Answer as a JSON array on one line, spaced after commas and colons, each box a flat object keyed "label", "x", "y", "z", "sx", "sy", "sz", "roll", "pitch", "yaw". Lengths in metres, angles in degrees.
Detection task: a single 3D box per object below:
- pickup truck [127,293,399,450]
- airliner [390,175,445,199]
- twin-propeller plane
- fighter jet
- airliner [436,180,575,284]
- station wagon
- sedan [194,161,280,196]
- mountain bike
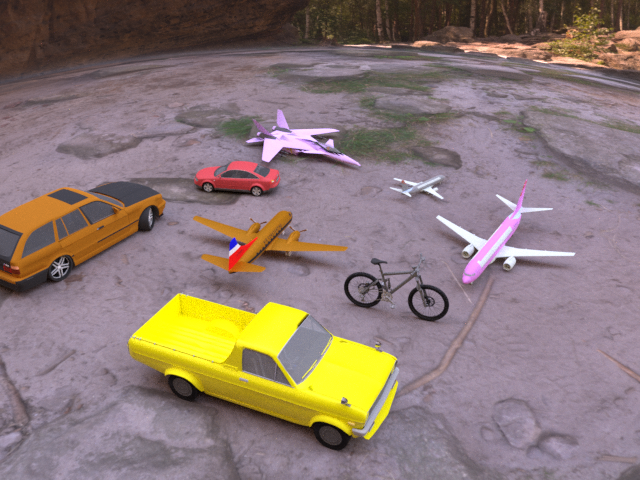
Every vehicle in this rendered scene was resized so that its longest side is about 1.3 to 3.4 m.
[{"label": "pickup truck", "x": -0.670, "y": 1.331, "z": 8.124, "sx": 3.117, "sy": 0.993, "sz": 1.244, "roll": 13, "pitch": 32, "yaw": 21}, {"label": "airliner", "x": 1.899, "y": -1.080, "z": 12.867, "sx": 1.307, "sy": 0.429, "sz": 1.161, "roll": -25, "pitch": 38, "yaw": -36}, {"label": "twin-propeller plane", "x": -0.894, "y": -0.080, "z": 10.772, "sx": 2.663, "sy": 0.792, "sz": 2.129, "roll": 12, "pitch": 32, "yaw": 19}, {"label": "fighter jet", "x": -0.207, "y": -2.038, "z": 14.401, "sx": 2.640, "sy": 0.557, "sz": 2.229, "roll": 23, "pitch": 37, "yaw": 34}, {"label": "airliner", "x": 2.744, "y": -0.126, "z": 10.809, "sx": 2.257, "sy": 0.835, "sz": 2.541, "roll": 18, "pitch": 34, "yaw": 28}, {"label": "station wagon", "x": -3.846, "y": -0.311, "z": 11.043, "sx": 1.327, "sy": 0.920, "sz": 3.105, "roll": 18, "pitch": 35, "yaw": 28}, {"label": "sedan", "x": -1.548, "y": -1.188, "z": 13.000, "sx": 1.613, "sy": 0.483, "sz": 0.635, "roll": 5, "pitch": 30, "yaw": 8}, {"label": "mountain bike", "x": 1.025, "y": 0.635, "z": 9.456, "sx": 1.469, "sy": 0.868, "sz": 0.573, "roll": 10, "pitch": 32, "yaw": 17}]
